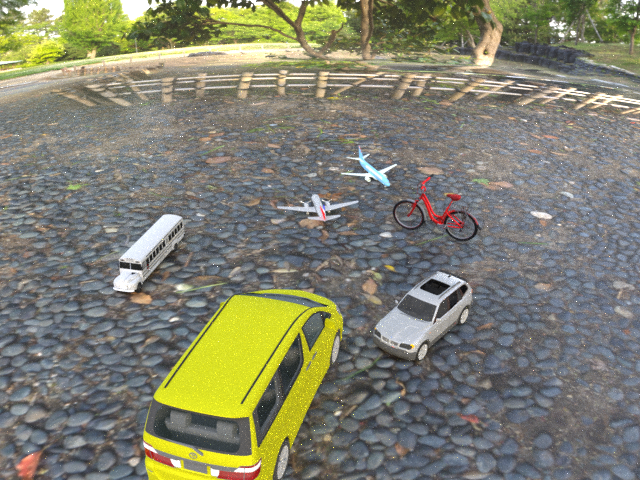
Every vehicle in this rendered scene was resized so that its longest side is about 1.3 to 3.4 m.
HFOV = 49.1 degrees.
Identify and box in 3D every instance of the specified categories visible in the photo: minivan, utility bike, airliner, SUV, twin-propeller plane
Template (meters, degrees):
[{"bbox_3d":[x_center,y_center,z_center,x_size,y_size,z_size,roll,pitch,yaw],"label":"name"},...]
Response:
[{"bbox_3d":[-0.633,1.275,7.201,1.324,1.197,3.011,8,29,15],"label":"minivan"},{"bbox_3d":[1.780,-0.459,10.751,1.435,0.946,0.535,13,31,23],"label":"utility bike"},{"bbox_3d":[0.986,-1.360,13.008,1.161,0.429,1.307,-11,30,-20],"label":"airliner"},{"bbox_3d":[1.291,0.884,8.600,0.656,0.580,1.572,21,35,35],"label":"SUV"},{"bbox_3d":[-0.013,-0.575,11.547,1.370,0.407,1.095,-5,28,-9],"label":"twin-propeller plane"}]

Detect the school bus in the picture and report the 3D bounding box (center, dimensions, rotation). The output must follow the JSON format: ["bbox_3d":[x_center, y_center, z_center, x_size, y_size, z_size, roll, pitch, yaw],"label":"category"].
[{"bbox_3d":[-2.452,0.181,10.087,0.365,0.434,1.708,6,29,12],"label":"school bus"}]
